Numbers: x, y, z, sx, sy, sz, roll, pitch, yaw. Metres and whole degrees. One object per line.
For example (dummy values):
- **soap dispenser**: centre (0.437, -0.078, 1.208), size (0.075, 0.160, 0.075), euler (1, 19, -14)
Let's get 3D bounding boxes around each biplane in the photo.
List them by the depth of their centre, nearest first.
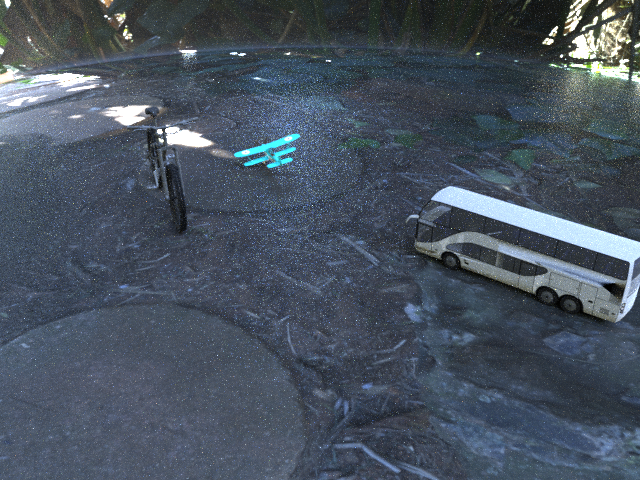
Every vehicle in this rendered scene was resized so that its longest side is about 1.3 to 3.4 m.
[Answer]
- **biplane**: centre (-0.947, -1.622, 13.406), size (1.336, 0.504, 1.090), euler (-13, 32, -21)

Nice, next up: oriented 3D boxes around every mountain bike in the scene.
- **mountain bike**: centre (-2.626, -1.337, 11.708), size (1.114, 1.688, 2.857), euler (-11, 31, -19)

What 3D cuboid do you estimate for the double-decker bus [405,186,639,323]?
- **double-decker bus**: centre (2.771, 0.110, 9.807), size (3.251, 1.052, 0.756), euler (21, 36, 33)
